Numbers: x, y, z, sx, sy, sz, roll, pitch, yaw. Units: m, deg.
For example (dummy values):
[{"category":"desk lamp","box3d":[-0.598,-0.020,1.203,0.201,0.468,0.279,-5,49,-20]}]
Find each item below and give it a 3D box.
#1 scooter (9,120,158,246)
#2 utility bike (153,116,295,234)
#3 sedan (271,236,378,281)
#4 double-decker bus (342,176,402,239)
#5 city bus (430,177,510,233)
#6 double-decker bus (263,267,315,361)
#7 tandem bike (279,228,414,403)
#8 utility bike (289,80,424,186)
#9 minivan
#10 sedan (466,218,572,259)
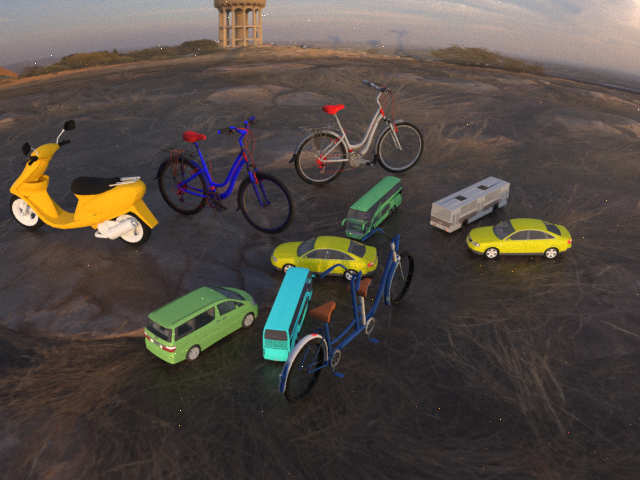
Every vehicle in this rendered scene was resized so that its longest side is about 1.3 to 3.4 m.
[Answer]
[{"category":"scooter","box3d":[-3.875,-0.834,11.100,2.721,1.786,1.288,8,30,15]},{"category":"utility bike","box3d":[-1.614,-1.157,11.636,2.791,1.839,1.039,13,31,22]},{"category":"sedan","box3d":[0.062,0.224,10.523,1.613,0.483,0.635,5,29,8]},{"category":"double-decker bus","box3d":[0.922,-0.546,11.872,0.389,0.541,1.672,15,32,25]},{"category":"city bus","box3d":[2.603,-0.606,12.065,1.674,0.460,0.476,-24,37,-36]},{"category":"double-decker bus","box3d":[-0.396,0.915,9.197,0.389,0.541,1.672,5,29,8]},{"category":"tandem bike","box3d":[0.441,0.779,8.629,0.550,1.326,3.192,17,33,29]},{"category":"utility bike","box3d":[0.696,-2.046,13.264,2.791,1.839,1.039,-10,30,-18]},{"category":"minivan","box3d":[-1.489,0.980,9.001,0.681,0.616,1.548,23,36,35]},{"category":"sedan","box3d":[3.132,-0.055,11.034,1.613,0.483,0.635,0,29,0]}]
